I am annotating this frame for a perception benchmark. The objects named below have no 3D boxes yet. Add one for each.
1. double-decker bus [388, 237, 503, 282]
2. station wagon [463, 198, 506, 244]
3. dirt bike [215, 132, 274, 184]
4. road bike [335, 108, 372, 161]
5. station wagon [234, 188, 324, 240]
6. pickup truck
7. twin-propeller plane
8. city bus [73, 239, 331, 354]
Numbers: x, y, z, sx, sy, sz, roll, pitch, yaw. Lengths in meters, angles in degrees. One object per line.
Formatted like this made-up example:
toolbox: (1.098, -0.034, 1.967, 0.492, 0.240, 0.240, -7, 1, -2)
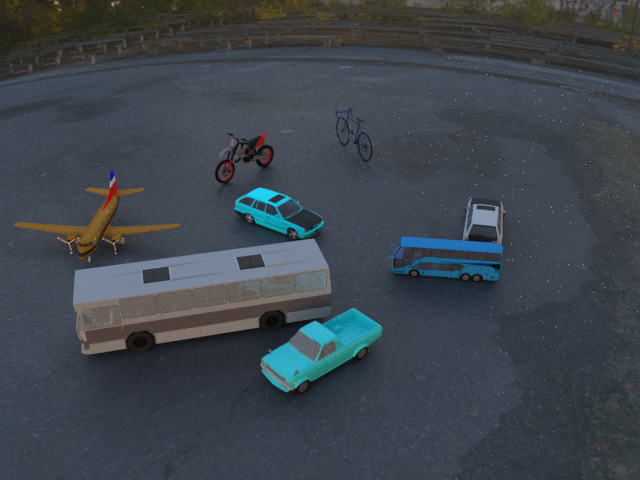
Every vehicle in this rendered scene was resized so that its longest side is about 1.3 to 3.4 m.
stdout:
double-decker bus: (1.861, 0.281, 10.457, 1.672, 0.541, 0.389, 4, 31, 7)
station wagon: (2.721, -0.341, 11.589, 0.682, 0.473, 1.597, 7, 31, 12)
dirt bike: (-1.438, -1.640, 13.432, 0.527, 0.857, 1.493, 25, 39, 36)
road bike: (0.694, -2.201, 14.397, 0.358, 0.852, 1.545, -14, 33, -22)
station wagon: (-0.692, -0.482, 11.829, 1.597, 0.473, 0.682, 20, 36, 31)
pickup truck: (0.039, 1.311, 8.724, 1.603, 0.511, 0.640, -24, 38, -34)
twin-propeller plane: (-3.567, -0.389, 11.354, 2.663, 0.792, 2.129, 0, 30, 1)
city bus: (-1.518, 0.753, 9.298, 3.255, 0.894, 0.926, -8, 31, -13)
